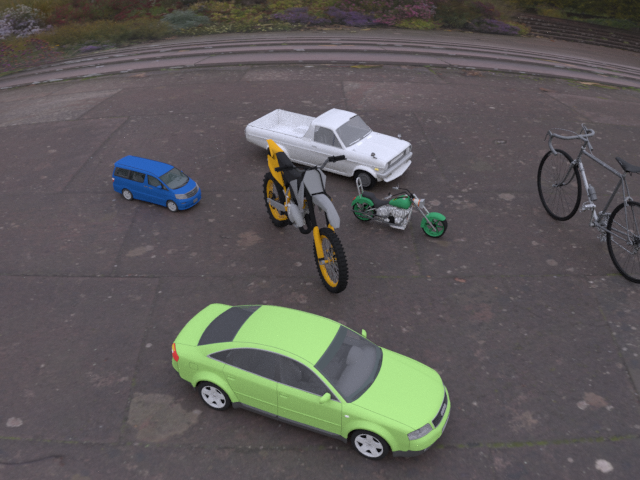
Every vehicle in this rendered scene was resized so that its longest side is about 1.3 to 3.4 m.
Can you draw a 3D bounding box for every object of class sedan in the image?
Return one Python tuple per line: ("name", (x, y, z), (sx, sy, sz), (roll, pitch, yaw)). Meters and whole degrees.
("sedan", (-0.131, 1.384, 7.642), (3.137, 0.940, 1.235), (12, 33, 20))

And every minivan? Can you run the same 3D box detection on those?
("minivan", (-2.769, -0.972, 11.876), (1.548, 0.616, 0.681), (14, 34, 22))

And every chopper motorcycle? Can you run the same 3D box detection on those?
("chopper motorcycle", (1.235, -0.507, 10.960), (1.563, 0.761, 0.466), (12, 33, 20))

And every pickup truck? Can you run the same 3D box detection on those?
("pickup truck", (0.134, -1.860, 12.986), (3.117, 0.993, 1.244), (18, 35, 27))

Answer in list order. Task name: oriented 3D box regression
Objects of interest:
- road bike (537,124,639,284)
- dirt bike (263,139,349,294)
("road bike", (4.078, -0.632, 10.300), (0.697, 1.656, 3.004), (-9, 32, -14))
("dirt bike", (-0.257, -0.505, 10.078), (1.024, 1.666, 2.903), (-13, 33, -21))
